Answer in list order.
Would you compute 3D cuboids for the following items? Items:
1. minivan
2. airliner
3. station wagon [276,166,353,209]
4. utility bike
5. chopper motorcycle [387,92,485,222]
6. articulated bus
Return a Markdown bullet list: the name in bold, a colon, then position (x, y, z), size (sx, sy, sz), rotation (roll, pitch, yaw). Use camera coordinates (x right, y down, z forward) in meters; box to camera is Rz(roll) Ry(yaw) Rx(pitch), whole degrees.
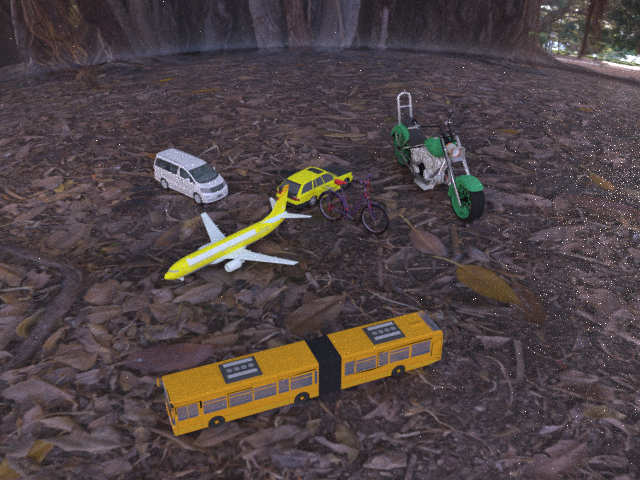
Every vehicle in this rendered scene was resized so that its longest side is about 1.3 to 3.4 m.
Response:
- **minivan**: position (-2.380, -1.182, 12.863), size (1.548, 0.616, 0.681), rotation (23, 37, 34)
- **airliner**: position (-1.361, -0.108, 10.800), size (2.257, 0.835, 2.541), rotation (26, 39, 37)
- **station wagon**: position (-0.069, -1.070, 12.811), size (0.682, 0.473, 1.597), rotation (24, 38, 35)
- **utility bike**: position (0.555, -0.663, 11.644), size (1.435, 0.946, 0.535), rotation (18, 35, 29)
- **chopper motorcycle**: position (2.084, -1.552, 12.640), size (0.906, 1.480, 3.040), rotation (-11, 32, -18)
- **articulated bus**: position (-0.150, 1.524, 8.270), size (3.401, 0.561, 0.605), rotation (-12, 32, -19)
